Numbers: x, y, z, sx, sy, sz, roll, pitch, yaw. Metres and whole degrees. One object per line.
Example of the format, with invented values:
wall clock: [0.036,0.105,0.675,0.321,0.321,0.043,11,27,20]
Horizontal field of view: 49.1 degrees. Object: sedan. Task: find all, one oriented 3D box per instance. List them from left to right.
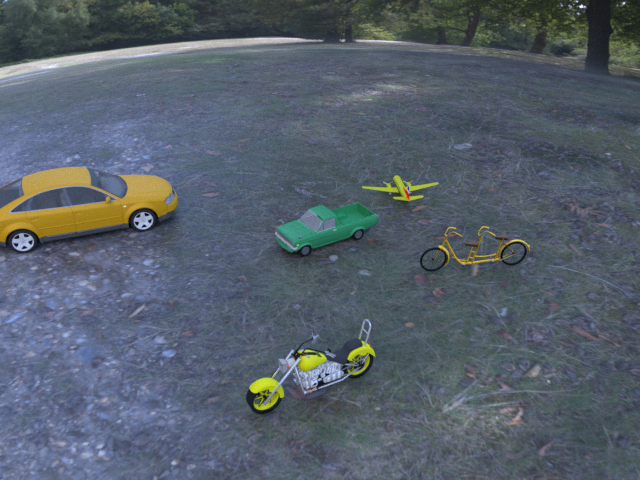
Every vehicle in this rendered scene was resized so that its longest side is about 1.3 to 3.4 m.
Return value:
sedan: [-3.852,-0.626,11.099,3.137,0.940,1.235,-11,31,-19]

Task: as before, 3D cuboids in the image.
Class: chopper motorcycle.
chopper motorcycle: [-0.080,1.387,7.718,1.563,0.761,0.466,-15,33,-24]

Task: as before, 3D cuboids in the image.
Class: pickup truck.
pickup truck: [0.109,-0.242,10.855,1.603,0.511,0.640,-17,34,-27]

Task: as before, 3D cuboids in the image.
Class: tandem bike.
tandem bike: [2.242,0.116,10.048,1.642,0.682,0.283,-4,30,-7]

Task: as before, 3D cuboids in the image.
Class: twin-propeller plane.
twin-propeller plane: [1.427,-0.942,12.200,1.370,0.407,1.095,-4,30,-6]
